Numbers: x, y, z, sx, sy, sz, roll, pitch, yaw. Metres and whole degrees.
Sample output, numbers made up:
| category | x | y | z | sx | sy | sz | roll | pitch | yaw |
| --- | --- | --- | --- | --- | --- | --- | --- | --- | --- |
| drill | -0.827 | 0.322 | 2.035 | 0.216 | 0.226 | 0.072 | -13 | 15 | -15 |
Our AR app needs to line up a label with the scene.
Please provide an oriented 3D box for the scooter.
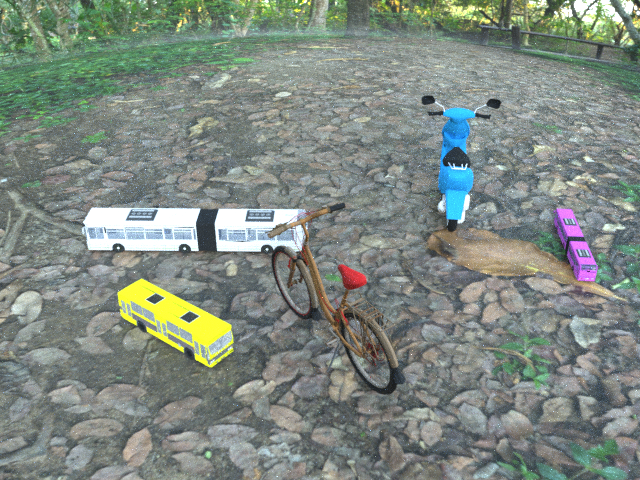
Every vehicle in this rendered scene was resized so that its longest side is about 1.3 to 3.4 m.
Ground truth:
| category | x | y | z | sx | sy | sz | roll | pitch | yaw |
| --- | --- | --- | --- | --- | --- | --- | --- | --- | --- |
| scooter | 2.269 | -1.415 | 11.676 | 1.288 | 1.786 | 2.721 | 5 | 32 | 7 |

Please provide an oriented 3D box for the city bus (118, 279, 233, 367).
| category | x | y | z | sx | sy | sz | roll | pitch | yaw |
| --- | --- | --- | --- | --- | --- | --- | --- | --- | --- |
| city bus | -1.851 | 1.049 | 8.903 | 1.674 | 0.460 | 0.476 | 22 | 37 | 31 |

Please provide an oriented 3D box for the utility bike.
| category | x | y | z | sx | sy | sz | roll | pitch | yaw |
| --- | --- | --- | --- | --- | --- | --- | --- | --- | --- |
| utility bike | 0.040 | 0.635 | 8.257 | 1.039 | 1.839 | 2.791 | -19 | 36 | -28 |

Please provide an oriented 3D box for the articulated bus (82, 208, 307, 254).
| category | x | y | z | sx | sy | sz | roll | pitch | yaw |
| --- | --- | --- | --- | --- | --- | --- | --- | --- | --- |
| articulated bus | -1.902 | -0.157 | 10.786 | 3.401 | 0.561 | 0.605 | 1 | 31 | 1 |

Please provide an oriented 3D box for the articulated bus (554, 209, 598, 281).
| category | x | y | z | sx | sy | sz | roll | pitch | yaw |
| --- | --- | --- | --- | --- | --- | --- | --- | --- | --- |
| articulated bus | 3.891 | 0.045 | 10.718 | 0.311 | 0.289 | 1.749 | 3 | 31 | 4 |
